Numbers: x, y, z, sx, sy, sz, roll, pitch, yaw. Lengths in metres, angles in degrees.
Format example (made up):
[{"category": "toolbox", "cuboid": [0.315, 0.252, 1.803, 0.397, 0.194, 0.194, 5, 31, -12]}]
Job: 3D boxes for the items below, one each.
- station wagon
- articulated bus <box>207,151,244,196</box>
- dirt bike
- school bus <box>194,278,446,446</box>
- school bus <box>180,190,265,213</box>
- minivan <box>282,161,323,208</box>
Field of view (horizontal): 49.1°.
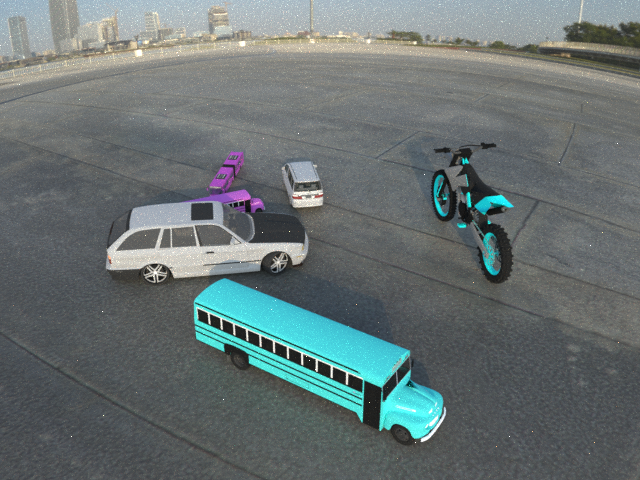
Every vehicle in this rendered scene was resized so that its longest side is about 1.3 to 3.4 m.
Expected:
[{"category": "station wagon", "cuboid": [-1.731, -0.056, 10.917, 3.105, 0.920, 1.327, -4, 30, -8]}, {"category": "articulated bus", "cuboid": [-1.821, -1.294, 13.729, 0.311, 0.289, 1.749, 4, 30, 7]}, {"category": "dirt bike", "cuboid": [2.365, -0.607, 11.131, 1.024, 1.666, 2.903, -7, 30, -12]}, {"category": "school bus", "cuboid": [-0.067, 1.396, 8.448, 3.322, 0.844, 0.709, 18, 34, 29]}, {"category": "school bus", "cuboid": [-1.799, -0.545, 12.267, 1.708, 0.434, 0.365, -14, 32, -22]}, {"category": "minivan", "cuboid": [-0.340, -1.134, 13.117, 0.681, 0.616, 1.548, -5, 30, -9]}]
